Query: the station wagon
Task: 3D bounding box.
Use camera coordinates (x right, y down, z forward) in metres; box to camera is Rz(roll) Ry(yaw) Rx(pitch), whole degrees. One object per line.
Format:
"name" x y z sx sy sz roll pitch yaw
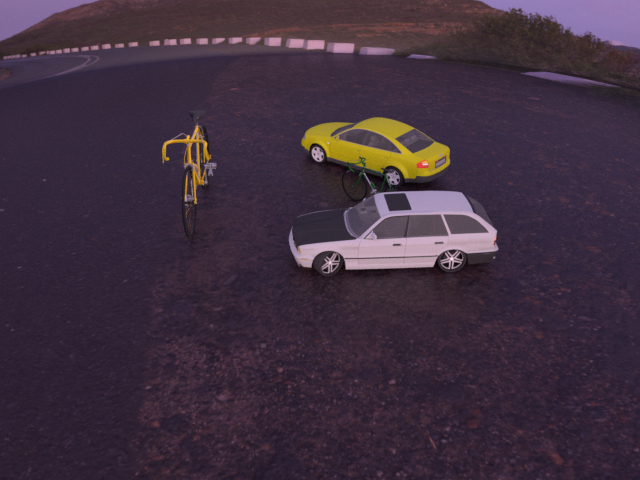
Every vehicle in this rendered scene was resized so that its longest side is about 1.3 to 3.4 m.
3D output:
"station wagon" 1.079 -0.176 10.609 3.105 0.920 1.327 -2 29 -3

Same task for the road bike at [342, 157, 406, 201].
"road bike" 0.955 -0.922 12.024 1.545 0.852 0.358 25 37 37

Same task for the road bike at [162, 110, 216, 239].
"road bike" -2.088 -1.255 11.796 0.696 1.656 3.004 -1 29 -1

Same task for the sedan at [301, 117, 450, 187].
"sedan" 1.020 -1.873 13.647 3.137 0.940 1.235 21 35 33
